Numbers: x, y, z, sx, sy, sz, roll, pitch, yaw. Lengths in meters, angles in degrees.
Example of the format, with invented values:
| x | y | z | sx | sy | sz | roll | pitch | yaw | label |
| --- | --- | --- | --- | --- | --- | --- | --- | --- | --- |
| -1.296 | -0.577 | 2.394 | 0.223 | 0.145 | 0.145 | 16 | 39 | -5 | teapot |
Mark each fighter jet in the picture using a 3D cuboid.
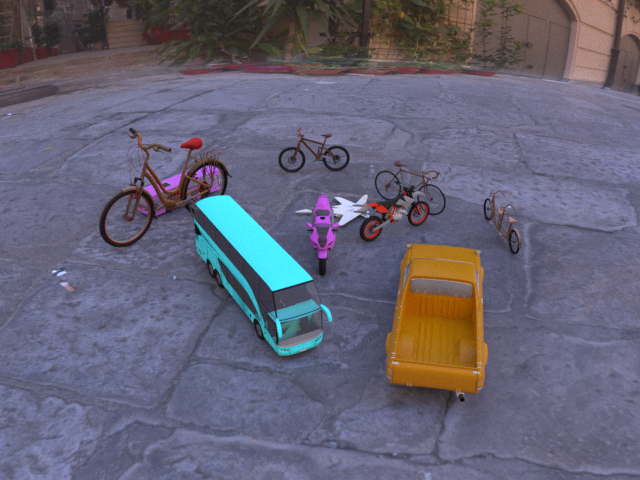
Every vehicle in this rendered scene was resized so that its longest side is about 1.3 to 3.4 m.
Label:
| x | y | z | sx | sy | sz | roll | pitch | yaw | label |
| --- | --- | --- | --- | --- | --- | --- | --- | --- | --- |
| 0.227 | -0.595 | 12.694 | 1.358 | 0.286 | 1.147 | -1 | 29 | -2 | fighter jet |

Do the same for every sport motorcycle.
| x | y | z | sx | sy | sz | roll | pitch | yaw | label |
| --- | --- | --- | --- | --- | --- | --- | --- | --- | --- |
| 0.042 | -0.097 | 11.242 | 0.506 | 0.821 | 1.520 | 0 | 29 | 0 | sport motorcycle |

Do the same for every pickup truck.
| x | y | z | sx | sy | sz | roll | pitch | yaw | label |
| --- | --- | --- | --- | --- | --- | --- | --- | --- | --- |
| 1.590 | 0.865 | 9.326 | 1.244 | 0.993 | 3.117 | 5 | 29 | 9 | pickup truck |

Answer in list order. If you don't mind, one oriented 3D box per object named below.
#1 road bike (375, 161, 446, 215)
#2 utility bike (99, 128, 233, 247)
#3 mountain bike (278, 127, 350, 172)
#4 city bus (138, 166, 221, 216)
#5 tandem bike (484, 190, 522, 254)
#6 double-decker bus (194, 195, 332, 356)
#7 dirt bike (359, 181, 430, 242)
| x | y | z | sx | sy | sz | roll | pitch | yaw | label |
| --- | --- | --- | --- | --- | --- | --- | --- | --- | --- |
| 1.639 | -0.985 | 12.815 | 1.545 | 0.852 | 0.358 | 22 | 36 | 34 | road bike |
| -2.493 | -0.982 | 11.790 | 1.039 | 1.839 | 2.791 | 24 | 37 | 36 | utility bike |
| -0.121 | -1.793 | 14.258 | 1.469 | 0.868 | 0.573 | -2 | 29 | -4 | mountain bike |
| -2.617 | -0.919 | 13.100 | 0.476 | 0.460 | 1.674 | 23 | 36 | 35 | city bus |
| 3.090 | -0.370 | 11.880 | 0.283 | 0.682 | 1.642 | -4 | 29 | -7 | tandem bike |
| -0.952 | 0.439 | 10.034 | 0.756 | 1.052 | 3.251 | -15 | 32 | -25 | double-decker bus |
| 1.293 | -0.500 | 11.932 | 1.493 | 0.857 | 0.527 | -17 | 33 | -28 | dirt bike |
